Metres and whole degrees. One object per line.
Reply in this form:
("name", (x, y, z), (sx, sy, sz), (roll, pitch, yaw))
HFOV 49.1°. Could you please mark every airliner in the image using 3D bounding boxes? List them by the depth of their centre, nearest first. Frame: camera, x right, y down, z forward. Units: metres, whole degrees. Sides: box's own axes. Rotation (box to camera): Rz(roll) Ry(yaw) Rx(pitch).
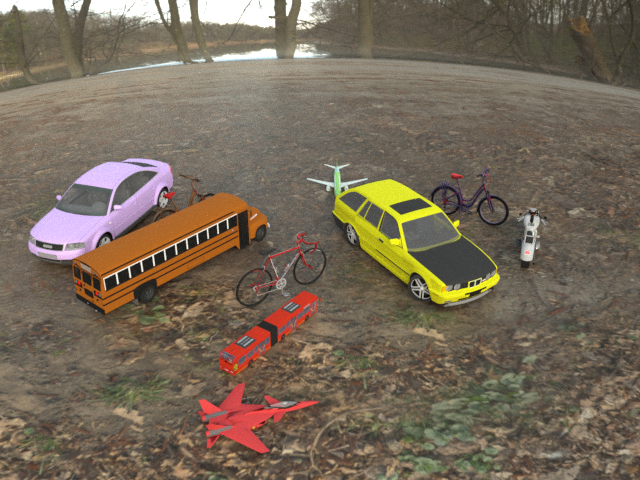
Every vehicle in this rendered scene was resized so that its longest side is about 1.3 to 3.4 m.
("airliner", (0.330, -1.188, 13.245), (1.161, 0.429, 1.307), (0, 29, 0))

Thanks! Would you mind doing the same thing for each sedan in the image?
("sedan", (-3.602, -0.642, 11.736), (1.235, 0.940, 3.137), (9, 30, 16))

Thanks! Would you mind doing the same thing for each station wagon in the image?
("station wagon", (1.405, -0.095, 10.770), (1.327, 0.920, 3.105), (-15, 32, -25))

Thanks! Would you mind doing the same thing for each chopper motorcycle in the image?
("chopper motorcycle", (3.317, -0.152, 11.037), (0.466, 0.761, 1.563), (9, 30, 16))

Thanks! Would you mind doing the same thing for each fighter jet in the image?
("fighter jet", (-0.656, 1.893, 7.841), (1.358, 0.286, 1.147), (-9, 30, -16))

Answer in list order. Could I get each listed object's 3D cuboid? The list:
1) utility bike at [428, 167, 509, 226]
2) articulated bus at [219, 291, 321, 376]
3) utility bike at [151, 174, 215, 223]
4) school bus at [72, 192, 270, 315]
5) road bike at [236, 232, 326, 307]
("utility bike", (2.572, -0.802, 12.017), (1.435, 0.946, 0.535), (15, 32, 25))
("articulated bus", (-0.627, 1.180, 9.124), (0.311, 0.289, 1.749), (19, 34, 31))
("utility bike", (-2.270, -0.582, 11.621), (0.535, 0.946, 1.435), (26, 38, 38))
("school bus", (-2.085, 0.066, 10.558), (0.709, 0.844, 3.322), (22, 36, 34))
("road bike", (-0.528, 0.413, 9.926), (1.545, 0.852, 0.358), (-20, 35, -31))
